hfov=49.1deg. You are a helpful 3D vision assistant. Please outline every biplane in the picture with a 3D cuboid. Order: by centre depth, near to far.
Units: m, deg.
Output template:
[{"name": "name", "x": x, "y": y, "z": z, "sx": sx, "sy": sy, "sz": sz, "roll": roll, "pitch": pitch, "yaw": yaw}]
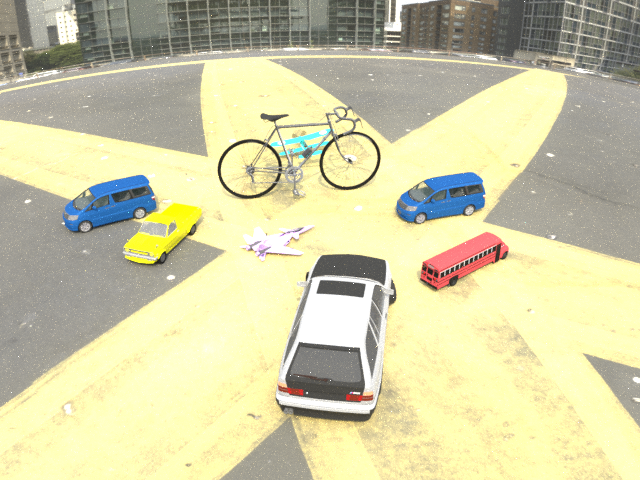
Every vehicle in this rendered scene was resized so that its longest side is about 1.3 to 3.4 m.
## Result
[{"name": "biplane", "x": -0.320, "y": -1.901, "z": 14.309, "sx": 1.336, "sy": 0.504, "sz": 1.090, "roll": -7, "pitch": 31, "yaw": -13}]

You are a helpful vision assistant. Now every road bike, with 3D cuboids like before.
[{"name": "road bike", "x": -0.349, "y": -1.569, "z": 12.580, "sx": 3.004, "sy": 1.656, "sz": 0.697, "roll": -6, "pitch": 30, "yaw": -10}]

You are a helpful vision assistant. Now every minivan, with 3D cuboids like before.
[{"name": "minivan", "x": -3.628, "y": -0.640, "z": 12.010, "sx": 1.548, "sy": 0.616, "sz": 0.681, "roll": -17, "pitch": 34, "yaw": -26}, {"name": "minivan", "x": 2.101, "y": -0.751, "z": 12.202, "sx": 1.548, "sy": 0.616, "sz": 0.681, "roll": -10, "pitch": 31, "yaw": -16}]

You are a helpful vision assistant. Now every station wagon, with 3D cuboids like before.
[{"name": "station wagon", "x": 0.276, "y": 0.953, "z": 8.942, "sx": 1.327, "sy": 0.920, "sz": 3.105, "roll": 4, "pitch": 30, "yaw": 8}]

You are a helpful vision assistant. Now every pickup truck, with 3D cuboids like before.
[{"name": "pickup truck", "x": -2.518, "y": -0.174, "z": 11.307, "sx": 0.640, "sy": 0.511, "sz": 1.603, "roll": 10, "pitch": 31, "yaw": 17}]

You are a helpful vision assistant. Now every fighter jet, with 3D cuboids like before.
[{"name": "fighter jet", "x": -0.595, "y": -0.092, "z": 11.389, "sx": 1.358, "sy": 0.286, "sz": 1.147, "roll": -24, "pitch": 38, "yaw": -36}]

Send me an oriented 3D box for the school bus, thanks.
[{"name": "school bus", "x": 2.242, "y": 0.275, "z": 10.604, "sx": 1.708, "sy": 0.434, "sz": 0.365, "roll": -22, "pitch": 37, "yaw": -33}]
